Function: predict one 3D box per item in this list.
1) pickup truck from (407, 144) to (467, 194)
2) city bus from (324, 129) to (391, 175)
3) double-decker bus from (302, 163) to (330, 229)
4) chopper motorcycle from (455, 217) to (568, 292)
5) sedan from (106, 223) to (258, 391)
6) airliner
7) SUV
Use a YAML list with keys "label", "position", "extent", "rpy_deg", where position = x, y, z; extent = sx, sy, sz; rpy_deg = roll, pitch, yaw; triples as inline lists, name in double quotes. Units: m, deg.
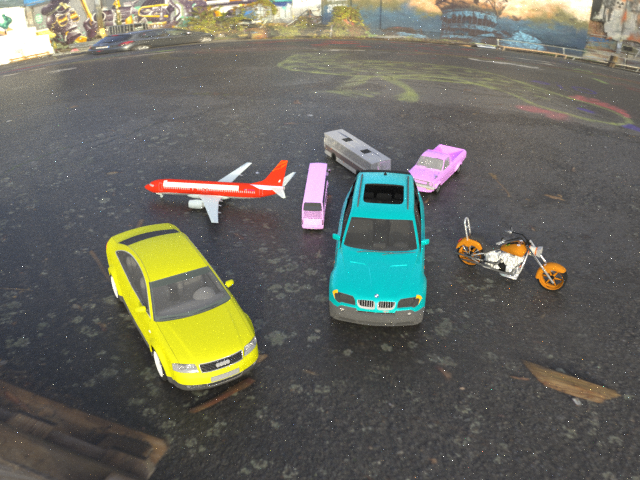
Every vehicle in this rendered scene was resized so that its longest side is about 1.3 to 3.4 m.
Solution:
- label: "pickup truck"
  position: [2.077, -1.337, 12.521]
  extent: [0.640, 0.511, 1.603]
  rpy_deg: [17, 34, 26]
- label: "city bus"
  position: [0.663, -1.532, 12.903]
  extent: [0.476, 0.460, 1.674]
  rpy_deg: [-16, 34, -25]
- label: "double-decker bus"
  position: [-0.064, -0.764, 11.519]
  extent: [0.389, 0.541, 1.672]
  rpy_deg: [2, 31, 3]
- label: "chopper motorcycle"
  position: [2.646, 0.195, 9.674]
  extent: [1.563, 0.761, 0.466]
  rpy_deg: [16, 34, 25]
- label: "sedan"
  position: [-1.801, 0.635, 8.751]
  extent: [1.235, 0.940, 3.137]
  rpy_deg: [-16, 34, -25]
- label: "airliner"
  position: [-1.731, -1.013, 11.652]
  extent: [2.541, 0.835, 2.257]
  rpy_deg: [4, 31, 7]
- label: "SUV"
  position: [0.839, -0.002, 9.647]
  extent: [1.276, 1.128, 3.058]
  rpy_deg: [3, 31, 6]
